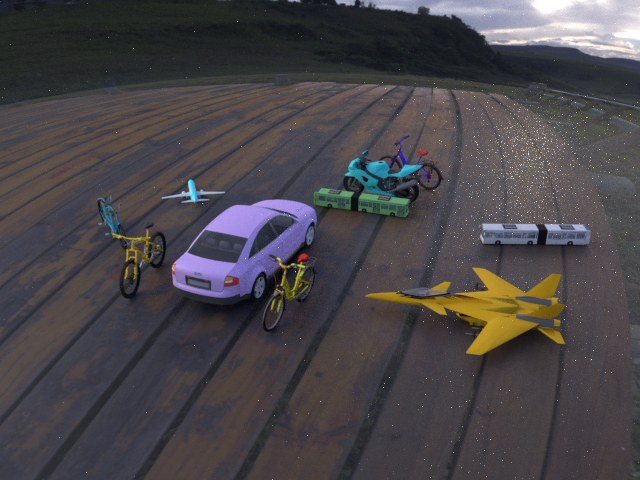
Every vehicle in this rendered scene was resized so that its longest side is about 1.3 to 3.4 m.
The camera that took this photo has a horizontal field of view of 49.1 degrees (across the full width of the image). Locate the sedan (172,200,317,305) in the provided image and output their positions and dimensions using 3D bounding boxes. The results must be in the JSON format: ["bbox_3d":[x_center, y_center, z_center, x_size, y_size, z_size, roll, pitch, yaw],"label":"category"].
[{"bbox_3d":[-1.034,-0.035,10.622,1.235,0.940,3.137,11,28,21],"label":"sedan"}]

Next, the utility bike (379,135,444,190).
[{"bbox_3d":[1.720,-1.474,13.512,1.435,0.946,0.535,16,31,29],"label":"utility bike"}]

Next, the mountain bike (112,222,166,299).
[{"bbox_3d":[-2.583,0.212,10.206,0.573,0.868,1.469,6,27,11],"label":"mountain bike"}]

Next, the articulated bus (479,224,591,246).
[{"bbox_3d":[3.511,-0.095,11.475,1.749,0.289,0.311,1,26,1],"label":"articulated bus"}]

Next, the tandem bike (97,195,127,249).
[{"bbox_3d":[-3.486,-0.402,11.651,0.283,0.682,1.642,-15,30,-27],"label":"tandem bike"}]

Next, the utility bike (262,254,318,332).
[{"bbox_3d":[-0.343,0.596,9.347,0.535,0.946,1.435,13,29,25],"label":"utility bike"}]

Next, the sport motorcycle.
[{"bbox_3d":[1.143,-1.148,12.996,1.520,0.821,0.506,11,28,21],"label":"sport motorcycle"}]

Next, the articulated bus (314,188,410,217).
[{"bbox_3d":[0.752,-0.680,12.652,1.749,0.289,0.311,9,28,17],"label":"articulated bus"}]

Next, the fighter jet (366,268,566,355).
[{"bbox_3d":[1.916,0.760,9.453,2.640,0.557,2.229,6,27,12],"label":"fighter jet"}]

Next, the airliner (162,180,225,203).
[{"bbox_3d":[-2.383,-0.980,13.098,1.161,0.429,1.307,-6,27,-12],"label":"airliner"}]
